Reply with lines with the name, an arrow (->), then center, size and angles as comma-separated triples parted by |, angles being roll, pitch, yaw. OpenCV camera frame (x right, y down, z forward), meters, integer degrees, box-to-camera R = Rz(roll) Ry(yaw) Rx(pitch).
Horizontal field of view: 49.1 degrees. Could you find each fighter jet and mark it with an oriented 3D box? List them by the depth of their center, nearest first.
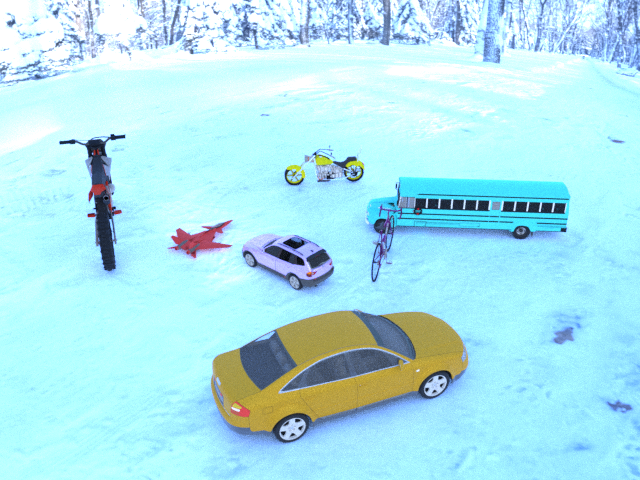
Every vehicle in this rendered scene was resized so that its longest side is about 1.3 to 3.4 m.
fighter jet -> -1.870, -0.147, 11.634 | 1.147, 0.286, 1.358 | 17, 33, 27

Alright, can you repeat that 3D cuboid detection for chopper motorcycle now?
chopper motorcycle -> 0.094, -1.443, 13.477 | 1.563, 0.761, 0.466 | -2, 29, -4

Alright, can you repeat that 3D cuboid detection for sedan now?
sedan -> 0.289, 1.388, 8.198 | 3.137, 0.940, 1.235 | -11, 31, -20

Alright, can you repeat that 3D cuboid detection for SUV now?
SUV -> -0.506, 0.222, 10.667 | 1.572, 0.580, 0.656 | 24, 37, 36

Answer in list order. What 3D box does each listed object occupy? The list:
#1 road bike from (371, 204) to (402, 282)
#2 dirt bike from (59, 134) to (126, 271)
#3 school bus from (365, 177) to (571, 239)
road bike -> 0.983, 0.004, 10.780 | 0.358, 0.852, 1.545 | 8, 30, 15
dirt bike -> -3.552, -0.773, 11.339 | 1.024, 1.666, 2.903 | -8, 30, -14
school bus -> 2.438, -0.572, 11.825 | 3.322, 0.844, 0.709 | 2, 29, 4
